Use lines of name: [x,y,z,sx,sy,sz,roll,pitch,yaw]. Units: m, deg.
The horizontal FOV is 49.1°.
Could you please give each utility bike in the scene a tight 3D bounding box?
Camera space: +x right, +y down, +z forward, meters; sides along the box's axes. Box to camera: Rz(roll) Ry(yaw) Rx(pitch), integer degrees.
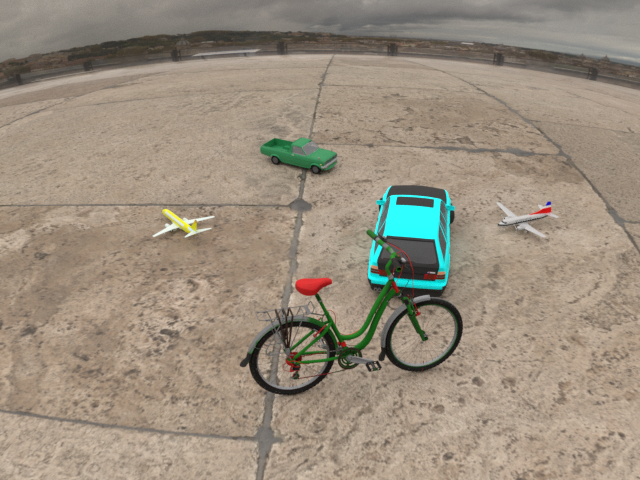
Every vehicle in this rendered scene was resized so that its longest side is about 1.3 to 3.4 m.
utility bike: [0.396,0.884,8.286,2.791,1.839,1.039,-7,30,-13]

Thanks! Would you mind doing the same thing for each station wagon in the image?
station wagon: [1.496,-0.240,11.198,1.327,0.920,3.105,5,30,9]

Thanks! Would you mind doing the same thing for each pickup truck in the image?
pickup truck: [-0.438,-1.807,14.375,1.603,0.511,0.640,16,33,26]

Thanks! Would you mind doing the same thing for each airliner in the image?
airliner: [-2.391,-0.374,11.932,1.161,0.429,1.307,-21,36,-32]

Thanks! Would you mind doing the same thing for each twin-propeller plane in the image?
twin-propeller plane: [3.519,-0.403,12.006,1.095,0.407,1.370,-11,31,-19]
